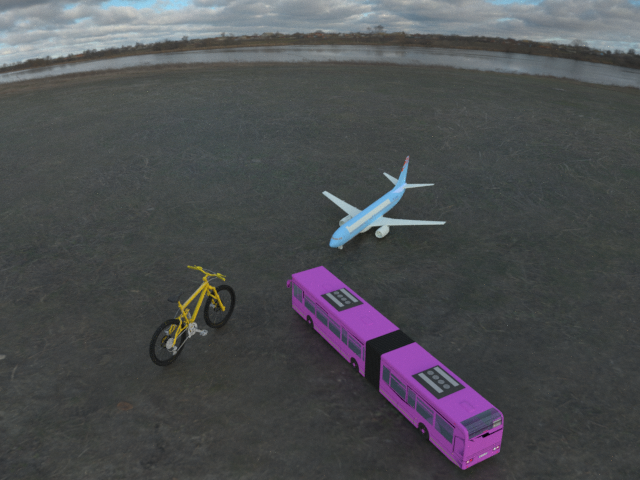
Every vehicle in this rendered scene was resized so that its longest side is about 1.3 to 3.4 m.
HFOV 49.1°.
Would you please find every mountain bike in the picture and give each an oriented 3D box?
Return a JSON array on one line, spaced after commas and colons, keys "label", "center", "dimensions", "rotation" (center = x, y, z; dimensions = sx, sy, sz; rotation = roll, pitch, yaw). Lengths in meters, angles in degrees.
[{"label": "mountain bike", "center": [-1.486, 0.863, 8.282], "dimensions": [0.573, 0.868, 1.469], "rotation": [16, 31, 29]}]

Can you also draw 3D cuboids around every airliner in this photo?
[{"label": "airliner", "center": [0.851, -0.603, 11.198], "dimensions": [2.257, 0.835, 2.541], "rotation": [17, 31, 29]}]

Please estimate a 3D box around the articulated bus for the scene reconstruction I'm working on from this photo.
[{"label": "articulated bus", "center": [0.676, 1.251, 7.857], "dimensions": [0.605, 0.561, 3.401], "rotation": [-15, 31, -27]}]
